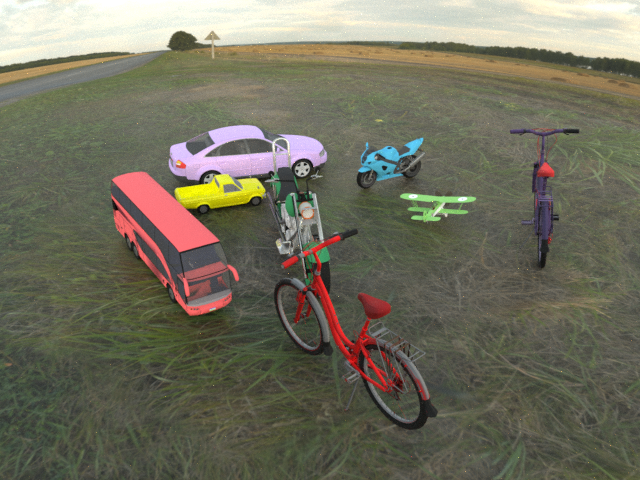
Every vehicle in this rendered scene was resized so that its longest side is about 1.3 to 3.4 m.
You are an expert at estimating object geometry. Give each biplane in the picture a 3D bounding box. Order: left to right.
[{"bbox_3d":[1.943,-0.536,11.998,1.336,0.504,1.090,14,31,24],"label":"biplane"}]

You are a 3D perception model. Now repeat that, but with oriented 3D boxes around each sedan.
[{"bbox_3d":[-1.392,-1.732,13.781,3.137,0.940,1.235,-9,29,-16],"label":"sedan"}]

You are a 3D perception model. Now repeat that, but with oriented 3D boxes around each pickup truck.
[{"bbox_3d":[-1.795,-0.873,12.624,1.603,0.511,0.640,-10,30,-18],"label":"pickup truck"}]

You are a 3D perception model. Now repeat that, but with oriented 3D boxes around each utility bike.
[{"bbox_3d":[0.215,0.955,7.776,1.039,1.839,2.791,-20,34,-33],"label":"utility bike"},{"bbox_3d":[3.440,-0.805,11.083,1.039,1.839,2.791,6,29,12],"label":"utility bike"}]

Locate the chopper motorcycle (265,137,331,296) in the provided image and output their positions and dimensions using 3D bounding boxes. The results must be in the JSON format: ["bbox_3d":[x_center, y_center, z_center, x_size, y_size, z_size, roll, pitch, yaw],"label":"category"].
[{"bbox_3d":[-0.335,-0.420,10.742,0.906,1.480,3.040,-7,29,-12],"label":"chopper motorcycle"}]

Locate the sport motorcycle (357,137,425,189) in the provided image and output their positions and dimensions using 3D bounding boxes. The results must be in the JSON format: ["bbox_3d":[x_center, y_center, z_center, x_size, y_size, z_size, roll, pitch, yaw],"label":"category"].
[{"bbox_3d":[1.351,-1.487,13.447,1.520,0.821,0.506,-16,32,-27],"label":"sport motorcycle"}]

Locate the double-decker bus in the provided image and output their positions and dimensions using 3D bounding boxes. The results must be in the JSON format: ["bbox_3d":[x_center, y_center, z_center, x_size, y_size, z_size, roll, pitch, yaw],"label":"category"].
[{"bbox_3d":[-2.272,-0.005,10.417,0.756,1.052,3.251,-17,32,-28],"label":"double-decker bus"}]
